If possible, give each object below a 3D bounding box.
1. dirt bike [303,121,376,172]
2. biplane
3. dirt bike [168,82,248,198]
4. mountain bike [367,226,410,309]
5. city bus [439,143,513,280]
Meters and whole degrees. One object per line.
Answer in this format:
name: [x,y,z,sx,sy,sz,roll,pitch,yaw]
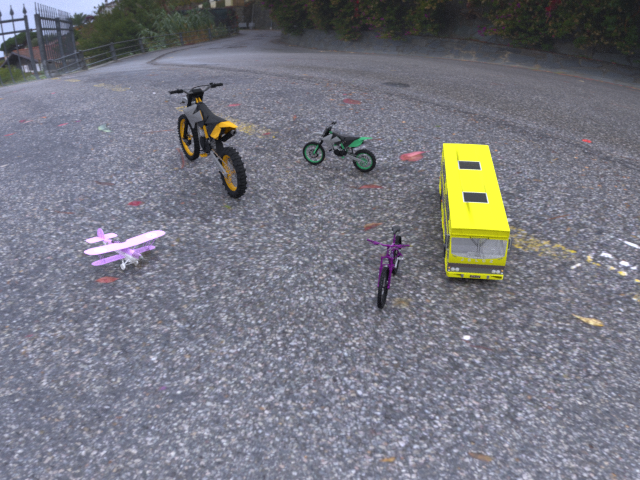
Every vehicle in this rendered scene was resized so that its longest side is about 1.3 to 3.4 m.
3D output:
dirt bike: [0.359,-1.759,13.340,1.493,0.857,0.527,10,31,18]
biplane: [-2.938,0.106,10.325,1.090,0.504,1.336,21,35,34]
dirt bike: [-2.066,-1.921,12.797,1.024,1.666,2.903,-16,33,-27]
mountain bike: [0.968,0.287,9.620,0.573,0.868,1.469,8,30,14]
city bus: [2.358,-0.524,11.064,0.926,0.894,3.255,3,29,6]
